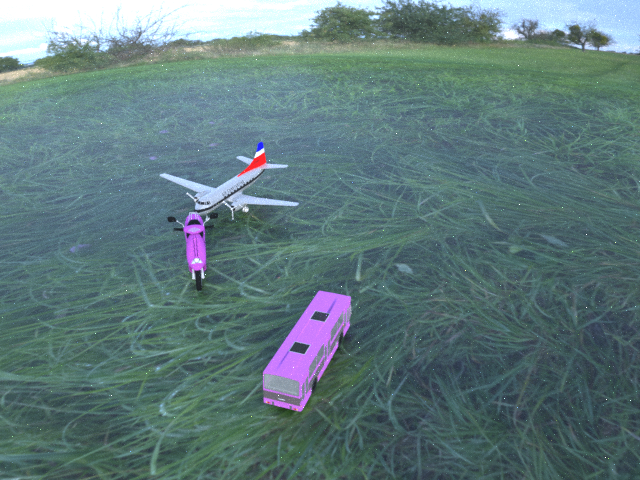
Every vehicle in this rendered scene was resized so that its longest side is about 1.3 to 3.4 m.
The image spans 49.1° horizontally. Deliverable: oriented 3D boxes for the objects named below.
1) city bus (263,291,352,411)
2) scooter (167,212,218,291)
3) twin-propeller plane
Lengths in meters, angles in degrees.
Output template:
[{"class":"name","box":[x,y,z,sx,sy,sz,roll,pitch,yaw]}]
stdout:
[{"class":"city bus","box":[-0.103,1.199,7.748,0.476,0.460,1.674,10,29,18]},{"class":"scooter","box":[-1.698,0.003,9.529,0.662,0.919,1.399,-5,28,-9]},{"class":"twin-propeller plane","box":[-1.435,-0.960,11.497,2.663,0.792,2.129,14,31,24]}]
